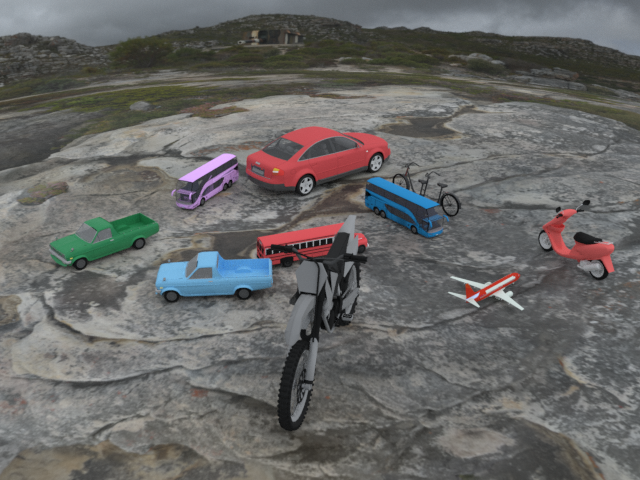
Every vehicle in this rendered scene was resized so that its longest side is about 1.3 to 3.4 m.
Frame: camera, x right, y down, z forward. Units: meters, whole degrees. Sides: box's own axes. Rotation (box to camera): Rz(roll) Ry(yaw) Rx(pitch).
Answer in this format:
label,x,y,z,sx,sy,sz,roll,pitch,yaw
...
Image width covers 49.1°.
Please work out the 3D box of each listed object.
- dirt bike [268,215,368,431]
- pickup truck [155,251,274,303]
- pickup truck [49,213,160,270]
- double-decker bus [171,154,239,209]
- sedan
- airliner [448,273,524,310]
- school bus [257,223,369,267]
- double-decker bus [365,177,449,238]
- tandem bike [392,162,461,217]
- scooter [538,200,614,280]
label,x,y,z,sx,sy,sz,roll,pitch,yaw
dirt bike,0.067,0.709,7.729,1.024,1.666,2.903,7,27,15
pickup truck,-1.434,0.462,9.541,1.603,0.511,0.640,-2,26,-4
pickup truck,-3.253,-0.060,10.604,1.603,0.511,0.640,-23,34,-38
double-decker bus,-2.024,-1.054,12.593,0.389,0.541,1.672,11,28,22
sedan,0.039,-1.666,13.388,3.137,0.940,1.235,-21,33,-36
airliner,2.324,0.574,9.406,1.307,0.429,1.161,-22,33,-37
school bus,-0.086,0.059,10.449,1.708,0.434,0.365,-10,28,-20
double-decker bus,1.383,-0.538,11.543,0.389,0.541,1.672,-18,31,-32
tandem bike,1.832,-0.916,12.153,0.283,0.682,1.642,-19,32,-34
scooter,3.708,-0.048,10.118,0.662,0.919,1.399,-13,29,-25
